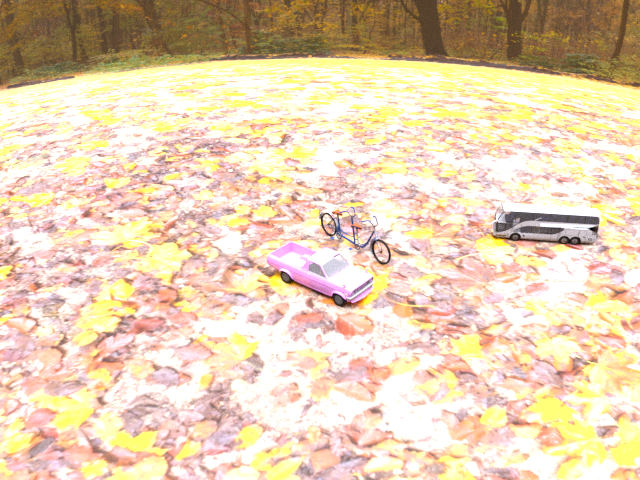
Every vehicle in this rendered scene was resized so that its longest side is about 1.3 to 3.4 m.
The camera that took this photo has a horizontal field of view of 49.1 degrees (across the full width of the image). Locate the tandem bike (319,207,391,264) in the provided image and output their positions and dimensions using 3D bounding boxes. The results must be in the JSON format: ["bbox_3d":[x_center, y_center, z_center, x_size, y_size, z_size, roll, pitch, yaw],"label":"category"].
[{"bbox_3d":[0.523,-0.168,10.886,0.283,0.682,1.642,-22,35,-35],"label":"tandem bike"}]

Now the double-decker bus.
[{"bbox_3d":[3.586,-0.267,11.220,1.672,0.541,0.389,4,28,7],"label":"double-decker bus"}]

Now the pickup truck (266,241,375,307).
[{"bbox_3d":[-0.009,0.405,9.999,1.603,0.511,0.640,21,35,34],"label":"pickup truck"}]
